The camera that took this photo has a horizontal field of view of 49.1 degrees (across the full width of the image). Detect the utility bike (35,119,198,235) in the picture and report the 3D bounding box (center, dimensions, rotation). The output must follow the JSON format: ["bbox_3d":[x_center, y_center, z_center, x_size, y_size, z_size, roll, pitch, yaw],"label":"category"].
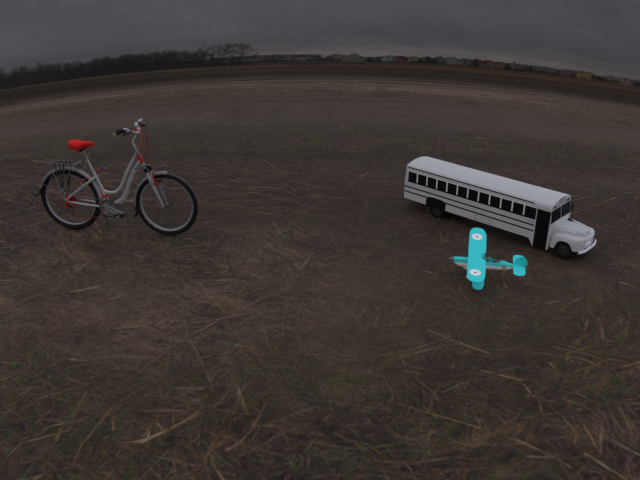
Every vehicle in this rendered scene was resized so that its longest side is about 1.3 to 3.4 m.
[{"bbox_3d":[-3.310,-1.026,11.316,2.791,1.839,1.039,4,26,8],"label":"utility bike"}]

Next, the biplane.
[{"bbox_3d":[2.393,0.340,10.005,1.090,0.504,1.336,5,26,11],"label":"biplane"}]

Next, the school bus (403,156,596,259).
[{"bbox_3d":[2.909,-0.595,11.567,3.322,0.844,0.709,22,33,38],"label":"school bus"}]
